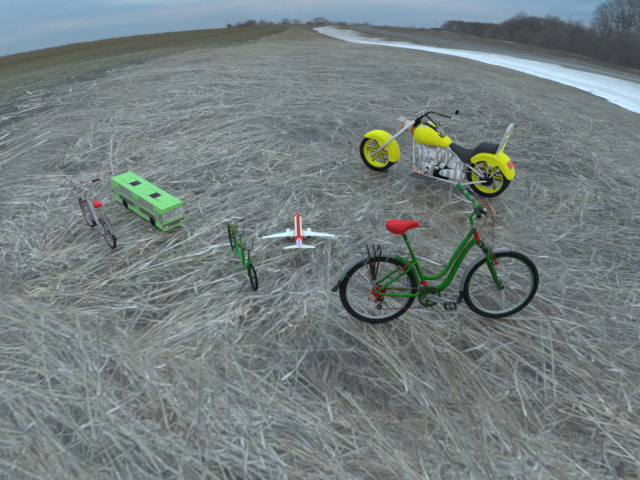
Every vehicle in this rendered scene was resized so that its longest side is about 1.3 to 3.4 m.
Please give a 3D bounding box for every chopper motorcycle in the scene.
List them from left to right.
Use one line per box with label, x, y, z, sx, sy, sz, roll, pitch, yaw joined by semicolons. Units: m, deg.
chopper motorcycle;2.099;-1.705;12.803;3.040;1.480;0.906;19;36;28

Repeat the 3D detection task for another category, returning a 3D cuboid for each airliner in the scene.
airliner;-0.349;-0.212;11.327;1.161;0.429;1.307;-1;31;-2

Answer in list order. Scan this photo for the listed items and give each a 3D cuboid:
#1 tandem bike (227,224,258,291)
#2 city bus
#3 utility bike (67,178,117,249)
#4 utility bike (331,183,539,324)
tandem bike;-1.178;0.127;10.515;0.283;0.682;1.642;-11;33;-18
city bus;-2.979;-0.665;12.057;0.476;0.460;1.674;-26;40;-37
utility bike;-3.639;-0.432;11.193;0.535;0.946;1.435;-22;37;-32
utility bike;1.532;0.236;9.204;2.791;1.839;1.039;-2;31;-3
